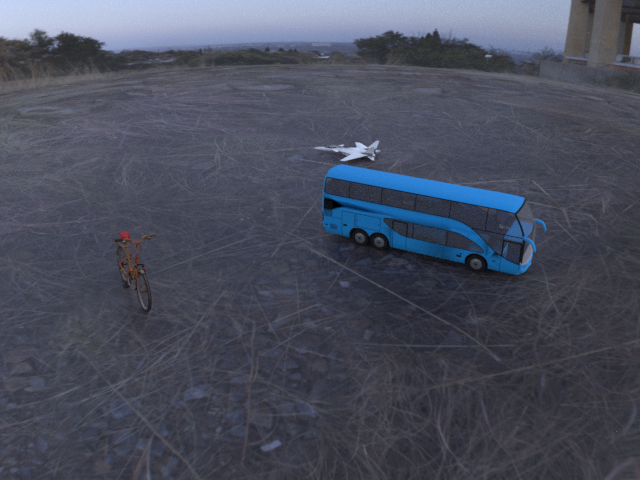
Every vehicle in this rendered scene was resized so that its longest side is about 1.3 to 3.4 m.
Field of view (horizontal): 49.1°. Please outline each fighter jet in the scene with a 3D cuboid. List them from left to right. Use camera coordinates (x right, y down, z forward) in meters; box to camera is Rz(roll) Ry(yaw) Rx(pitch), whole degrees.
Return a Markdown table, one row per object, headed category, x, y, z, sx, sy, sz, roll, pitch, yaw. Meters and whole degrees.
| category | x | y | z | sx | sy | sz | roll | pitch | yaw |
| --- | --- | --- | --- | --- | --- | --- | --- | --- | --- |
| fighter jet | 0.512 | -1.876 | 14.193 | 1.358 | 0.286 | 1.147 | 8 | 28 | 16 |

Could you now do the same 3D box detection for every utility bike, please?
| category | x | y | z | sx | sy | sz | roll | pitch | yaw |
| --- | --- | --- | --- | --- | --- | --- | --- | --- | --- |
| utility bike | -2.426 | 0.290 | 9.190 | 0.535 | 0.946 | 1.435 | -15 | 30 | -27 |

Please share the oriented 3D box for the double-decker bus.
| category | x | y | z | sx | sy | sz | roll | pitch | yaw |
| --- | --- | --- | --- | --- | --- | --- | --- | --- | --- |
| double-decker bus | 1.587 | -0.314 | 10.265 | 3.251 | 1.052 | 0.756 | 13 | 30 | 24 |
